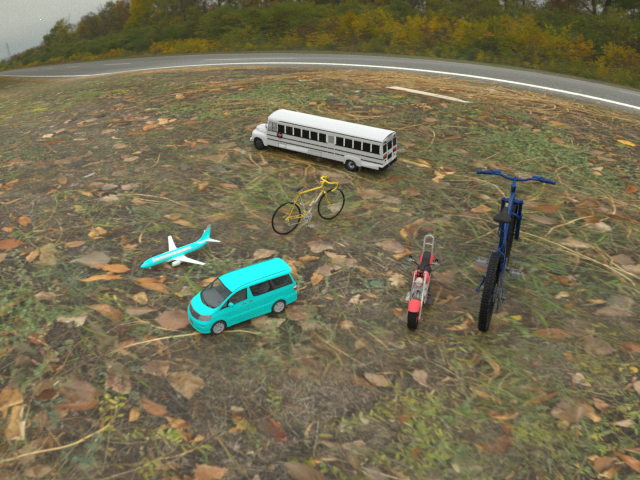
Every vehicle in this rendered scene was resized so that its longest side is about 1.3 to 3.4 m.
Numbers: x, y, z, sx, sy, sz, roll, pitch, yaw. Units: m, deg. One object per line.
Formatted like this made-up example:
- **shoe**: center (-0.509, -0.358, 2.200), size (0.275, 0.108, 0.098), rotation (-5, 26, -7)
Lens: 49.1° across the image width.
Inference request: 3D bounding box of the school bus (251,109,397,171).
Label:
- **school bus**: center (-0.003, -2.140, 14.810), size (3.322, 0.844, 0.709), rotation (16, 33, 27)

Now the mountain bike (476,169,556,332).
- **mountain bike**: center (2.624, 0.039, 10.031), size (1.114, 1.688, 2.857), rotation (11, 31, 18)

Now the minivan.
- **minivan**: center (-1.098, 0.769, 9.822), size (1.548, 0.616, 0.681), rotation (-17, 33, -28)

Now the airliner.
- **airliner**: center (-2.273, 0.119, 11.181), size (1.307, 0.429, 1.161), rotation (-21, 35, -33)

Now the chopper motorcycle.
- **chopper motorcycle**: center (1.442, 0.582, 10.008), size (0.466, 0.761, 1.563), rotation (8, 30, 13)

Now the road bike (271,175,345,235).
- **road bike**: center (-0.185, -0.610, 12.056), size (1.545, 0.852, 0.358), rotation (-19, 34, -31)
